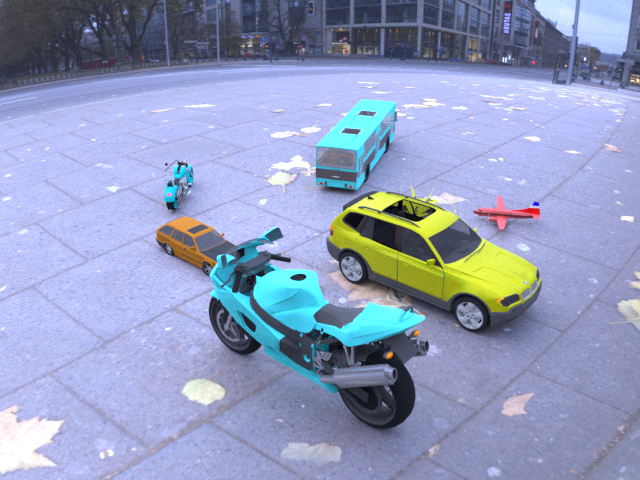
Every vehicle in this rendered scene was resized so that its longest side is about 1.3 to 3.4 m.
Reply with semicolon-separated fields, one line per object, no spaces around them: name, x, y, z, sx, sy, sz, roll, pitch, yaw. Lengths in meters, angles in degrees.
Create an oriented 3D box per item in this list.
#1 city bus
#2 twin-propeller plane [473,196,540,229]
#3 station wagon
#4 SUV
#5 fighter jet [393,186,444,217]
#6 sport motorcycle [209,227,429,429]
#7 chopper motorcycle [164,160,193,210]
city bus;0.788;-1.945;14.078;0.926;0.894;3.255;8;28;16
twin-propeller plane;3.134;-0.491;11.756;1.095;0.407;1.370;5;27;10
station wagon;-1.813;0.051;10.617;1.597;0.473;0.682;22;35;37
SUV;1.509;0.171;9.658;3.058;1.128;1.276;21;34;35
fighter jet;1.646;-0.543;11.992;1.147;0.286;1.358;8;28;15
sport motorcycle;-0.181;0.938;7.633;2.955;1.596;0.983;20;33;34
chopper motorcycle;-2.521;-1.104;12.571;0.466;0.761;1.563;2;27;3
